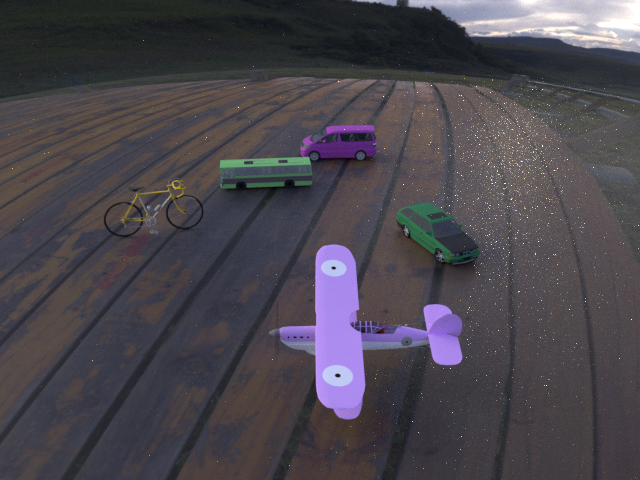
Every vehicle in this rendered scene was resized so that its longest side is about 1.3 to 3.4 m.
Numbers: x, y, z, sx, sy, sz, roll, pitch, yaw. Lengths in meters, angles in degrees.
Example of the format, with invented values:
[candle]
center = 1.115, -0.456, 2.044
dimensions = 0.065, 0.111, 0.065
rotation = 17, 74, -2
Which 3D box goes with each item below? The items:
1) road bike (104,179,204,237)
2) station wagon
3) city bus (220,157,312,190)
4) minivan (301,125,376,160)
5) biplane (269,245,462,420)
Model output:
[road bike]
center = -2.613, -0.495, 11.001
dimensions = 1.545, 0.852, 0.358
rotation = -8, 27, -15
[station wagon]
center = 1.797, -0.147, 10.726
dimensions = 0.682, 0.473, 1.597
rotation = -12, 29, -22
[city bus]
center = -0.998, -1.220, 12.899
dimensions = 1.674, 0.460, 0.476
rotation = -3, 27, -6
[minivan]
center = 0.376, -1.997, 14.290
dimensions = 1.548, 0.616, 0.681
rotation = -1, 26, -2
[biplane]
center = 0.500, 1.073, 7.699
dimensions = 2.120, 0.981, 2.598
rotation = 0, 26, 0
